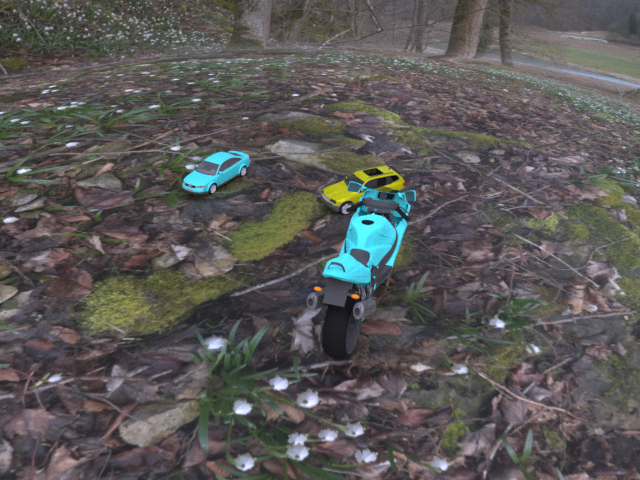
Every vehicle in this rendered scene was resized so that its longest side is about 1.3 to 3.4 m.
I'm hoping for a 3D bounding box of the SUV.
[{"bbox_3d":[0.786,-0.942,12.651,1.572,0.580,0.656,-14,33,-23],"label":"SUV"}]

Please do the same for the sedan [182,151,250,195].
[{"bbox_3d":[-1.986,-1.349,13.449,0.635,0.483,1.613,17,34,27],"label":"sedan"}]

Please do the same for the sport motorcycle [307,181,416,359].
[{"bbox_3d":[0.611,0.304,9.490,0.983,1.596,2.955,10,32,17],"label":"sport motorcycle"}]
